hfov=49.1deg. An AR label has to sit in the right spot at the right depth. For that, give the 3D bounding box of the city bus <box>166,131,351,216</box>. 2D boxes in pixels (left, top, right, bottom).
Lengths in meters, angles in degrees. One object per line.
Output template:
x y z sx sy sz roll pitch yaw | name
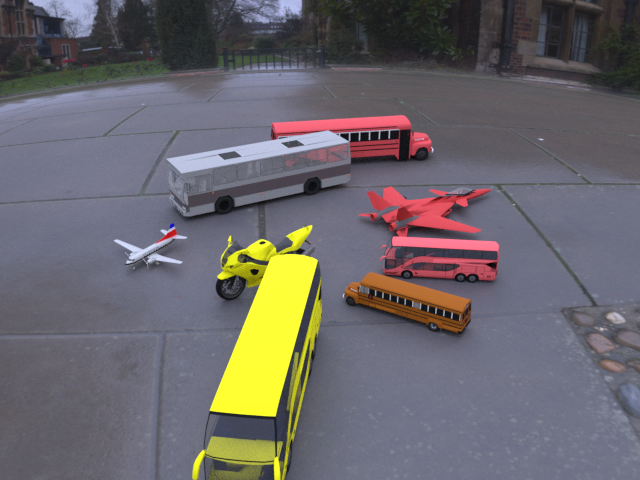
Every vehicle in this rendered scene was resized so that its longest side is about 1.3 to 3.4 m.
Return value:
-1.038 -1.191 12.519 3.255 0.894 0.926 -14 30 -26 | city bus

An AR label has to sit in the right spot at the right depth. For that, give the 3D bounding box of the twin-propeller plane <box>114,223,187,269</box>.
-2.522 0.102 10.495 1.370 0.407 1.095 16 31 29 | twin-propeller plane

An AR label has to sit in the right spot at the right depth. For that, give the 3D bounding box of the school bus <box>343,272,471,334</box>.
1.098 0.789 9.104 1.708 0.434 0.365 15 30 27 | school bus

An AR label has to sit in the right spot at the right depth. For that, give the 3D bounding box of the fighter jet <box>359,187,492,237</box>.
2.033 -0.718 11.957 2.640 0.557 2.229 -18 32 -31 | fighter jet

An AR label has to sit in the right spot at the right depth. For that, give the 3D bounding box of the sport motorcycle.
-0.751 0.302 9.641 1.520 0.821 0.506 -16 31 -29 | sport motorcycle

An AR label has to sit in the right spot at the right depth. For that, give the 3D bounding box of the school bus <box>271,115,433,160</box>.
0.674 -2.021 14.221 3.322 0.844 0.709 -5 27 -10 | school bus

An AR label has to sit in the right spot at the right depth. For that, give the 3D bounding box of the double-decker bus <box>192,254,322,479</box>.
-0.502 1.336 7.333 0.756 1.052 3.251 3 27 7 | double-decker bus

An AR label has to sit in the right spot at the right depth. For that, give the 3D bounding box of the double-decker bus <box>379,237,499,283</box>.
1.693 0.269 10.016 1.672 0.541 0.389 3 27 6 | double-decker bus
